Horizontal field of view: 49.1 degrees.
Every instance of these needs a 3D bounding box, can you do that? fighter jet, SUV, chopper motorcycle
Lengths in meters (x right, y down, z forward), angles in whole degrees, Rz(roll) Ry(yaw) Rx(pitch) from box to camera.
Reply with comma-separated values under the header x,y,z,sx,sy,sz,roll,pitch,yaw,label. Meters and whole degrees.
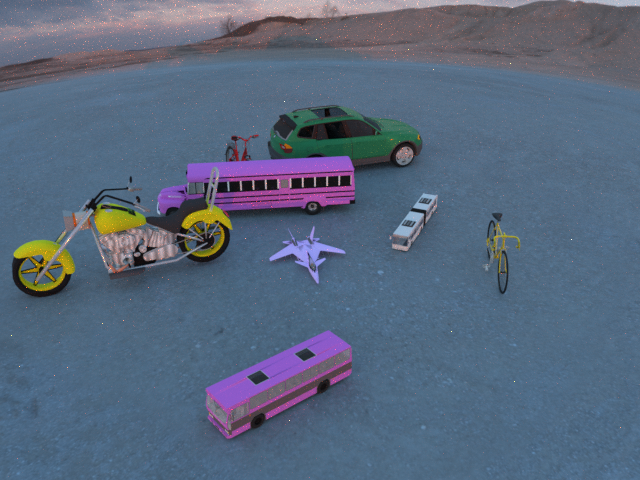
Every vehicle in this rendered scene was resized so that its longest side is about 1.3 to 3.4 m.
x,y,z,sx,sy,sz,roll,pitch,yaw,label
-0.163,0.222,10.347,1.147,0.286,1.358,-5,28,-10,fighter jet
0.510,-2.017,13.689,3.058,1.128,1.276,-10,29,-18,SUV
-2.721,-0.131,9.736,3.040,1.480,0.906,-11,30,-19,chopper motorcycle

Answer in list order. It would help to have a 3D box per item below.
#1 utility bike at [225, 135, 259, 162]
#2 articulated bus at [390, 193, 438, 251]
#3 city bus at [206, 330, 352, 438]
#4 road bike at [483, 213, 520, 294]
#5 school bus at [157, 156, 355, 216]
x,y,z,sx,sy,sz,roll,pitch,yaw,label
-1.444,-1.560,13.018,0.535,0.946,1.435,-15,31,-26,utility bike
1.556,-0.320,11.370,0.311,0.289,1.749,12,30,21,articulated bus
-0.413,1.557,7.630,1.674,0.460,0.476,-21,34,-34,city bus
2.532,0.109,9.955,0.358,0.852,1.545,1,28,3,road bike
-1.087,-0.887,11.851,3.322,0.844,0.709,-4,28,-7,school bus
